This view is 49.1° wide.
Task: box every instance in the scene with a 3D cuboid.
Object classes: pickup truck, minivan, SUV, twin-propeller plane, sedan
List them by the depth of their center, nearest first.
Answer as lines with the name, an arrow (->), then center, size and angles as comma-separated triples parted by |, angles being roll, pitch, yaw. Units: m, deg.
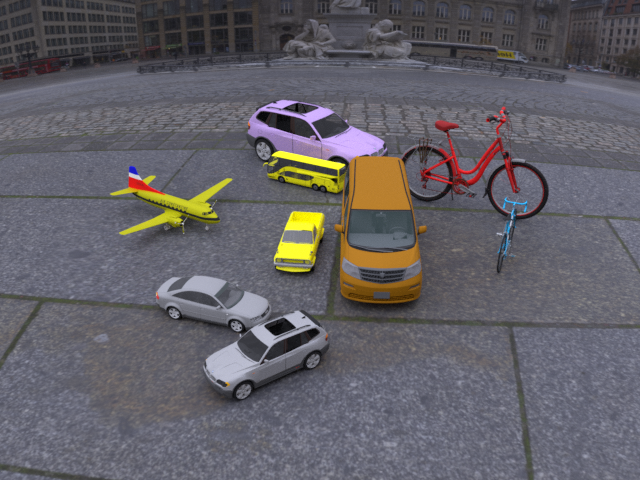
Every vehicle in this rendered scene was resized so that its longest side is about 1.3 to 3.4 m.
SUV -> -0.631, 1.325, 8.381 | 1.572, 0.580, 0.656 | -18, 33, -31
sedan -> -1.439, 0.805, 9.465 | 1.613, 0.483, 0.635 | 9, 29, 17
minivan -> 0.889, -0.230, 10.653 | 1.324, 1.197, 3.011 | 1, 28, 2
pickup truck -> -0.302, -0.042, 11.032 | 0.640, 0.511, 1.603 | 4, 28, 7
twin-propeller plane -> -2.539, -0.710, 11.991 | 2.129, 0.792, 2.663 | 17, 32, 29
SUV -> -0.097, -2.105, 14.260 | 3.058, 1.128, 1.276 | 18, 33, 31

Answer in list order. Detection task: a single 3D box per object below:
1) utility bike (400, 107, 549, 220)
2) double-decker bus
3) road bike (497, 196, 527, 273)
utility bike -> 2.651, -1.429, 12.228 | 2.791, 1.839, 1.039 | 14, 31, 24
double-decker bus -> -0.287, -1.310, 13.389 | 1.672, 0.541, 0.389 | 15, 31, 26
road bike -> 2.909, -0.118, 10.811 | 0.358, 0.852, 1.545 | 11, 30, 20
